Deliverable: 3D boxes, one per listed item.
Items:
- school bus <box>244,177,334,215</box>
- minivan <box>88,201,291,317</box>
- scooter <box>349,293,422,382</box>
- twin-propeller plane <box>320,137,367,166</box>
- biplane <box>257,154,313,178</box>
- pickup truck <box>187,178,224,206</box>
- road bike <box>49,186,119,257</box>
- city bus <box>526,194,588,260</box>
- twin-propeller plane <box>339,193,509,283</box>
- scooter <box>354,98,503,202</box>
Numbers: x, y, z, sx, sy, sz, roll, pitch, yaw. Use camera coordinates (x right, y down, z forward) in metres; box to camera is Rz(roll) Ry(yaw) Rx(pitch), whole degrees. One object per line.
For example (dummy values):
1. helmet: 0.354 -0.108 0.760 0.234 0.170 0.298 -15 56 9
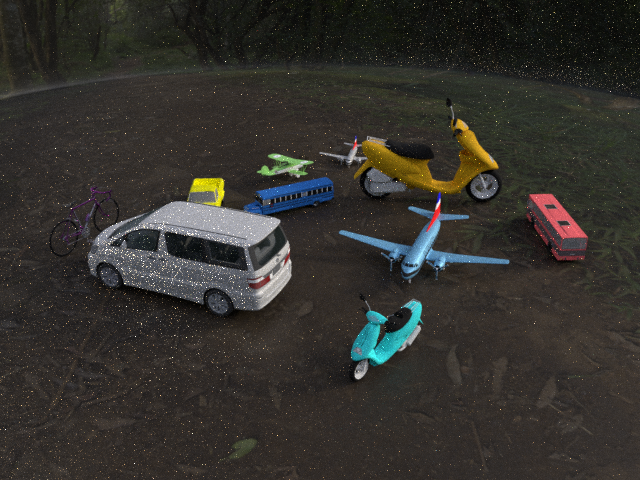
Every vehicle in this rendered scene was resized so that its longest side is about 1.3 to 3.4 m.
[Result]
1. school bus: -0.569 -0.750 12.616 1.708 0.434 0.365 -14 31 -25
2. minivan: -1.944 0.133 10.099 3.011 1.197 1.324 11 30 20
3. scooter: 0.826 1.094 8.560 0.662 0.919 1.399 23 36 37
4. twin-propeller plane: 0.678 -1.853 14.756 1.370 0.407 1.095 5 28 10
5. biplane: -0.721 -1.428 13.837 1.090 0.504 1.336 -21 34 -34
6. pickup truck: -2.065 -0.736 12.506 0.640 0.511 1.603 -1 28 -2
7. road bike: -3.821 -0.336 11.371 0.358 0.852 1.545 14 31 24
8. city bus: 3.876 -0.214 11.560 0.476 0.460 1.674 -1 28 -2
9. twin-propeller plane: 1.617 -0.036 10.860 2.663 0.792 2.129 11 29 19
10. scooter: 1.989 -1.542 12.670 2.721 1.786 1.288 2 28 4
